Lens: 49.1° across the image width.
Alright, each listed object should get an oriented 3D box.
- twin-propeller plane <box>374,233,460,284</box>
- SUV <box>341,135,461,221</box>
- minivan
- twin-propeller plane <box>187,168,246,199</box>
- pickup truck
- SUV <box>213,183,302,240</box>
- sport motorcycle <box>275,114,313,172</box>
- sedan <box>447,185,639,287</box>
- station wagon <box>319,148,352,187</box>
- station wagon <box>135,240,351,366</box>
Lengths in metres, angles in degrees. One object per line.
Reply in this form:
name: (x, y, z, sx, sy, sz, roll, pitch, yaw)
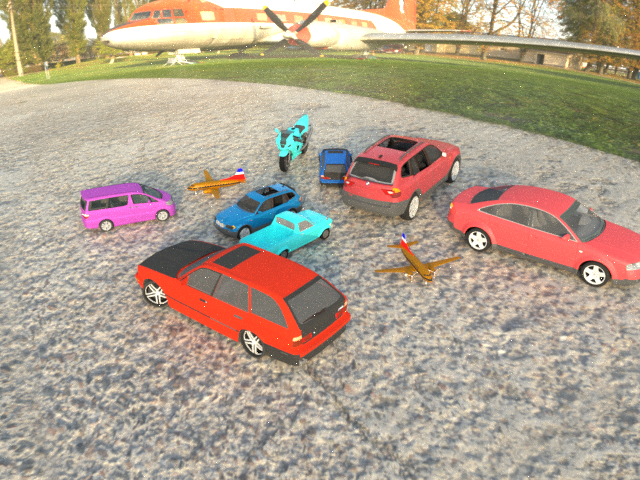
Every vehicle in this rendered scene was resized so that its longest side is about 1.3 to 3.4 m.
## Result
twin-propeller plane: (1.415, 0.286, 10.375, 1.370, 0.407, 1.095, -8, 29, -15)
SUV: (1.544, -1.342, 12.659, 1.276, 1.128, 3.058, 16, 32, 27)
minivan: (-3.244, -0.614, 11.839, 1.548, 0.616, 0.681, -12, 30, -21)
twin-propeller plane: (-1.916, -1.080, 12.934, 1.095, 0.407, 1.370, -9, 29, -16)
pickup truck: (-0.509, -0.132, 11.047, 0.640, 0.511, 1.603, 23, 36, 37)
SUV: (-1.027, -0.513, 11.687, 1.572, 0.580, 0.656, -22, 35, -35)
sport motorcycle: (-0.525, -1.972, 14.165, 0.506, 0.821, 1.520, 9, 29, 16)
sedan: (3.502, -0.207, 10.734, 3.137, 0.940, 1.235, 19, 33, 31)
station wagon: (0.302, -1.515, 13.679, 0.682, 0.473, 1.597, 0, 28, 1)
station wagon: (-1.123, 0.588, 9.264, 3.105, 0.920, 1.327, 20, 34, 33)
